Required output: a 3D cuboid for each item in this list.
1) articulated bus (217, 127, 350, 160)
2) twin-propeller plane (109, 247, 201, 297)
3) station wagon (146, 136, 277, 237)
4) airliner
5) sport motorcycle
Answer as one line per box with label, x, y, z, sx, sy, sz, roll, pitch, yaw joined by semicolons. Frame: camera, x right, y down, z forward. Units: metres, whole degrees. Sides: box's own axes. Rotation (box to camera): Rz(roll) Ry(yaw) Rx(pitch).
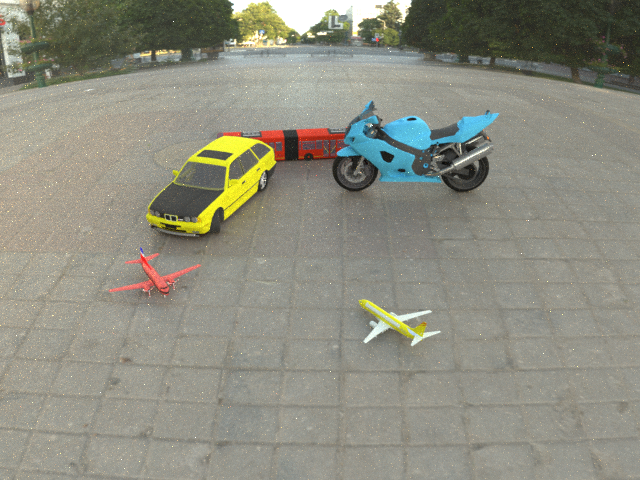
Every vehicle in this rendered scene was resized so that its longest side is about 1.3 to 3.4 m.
articulated bus;-0.421;-1.984;14.536;3.401;0.561;0.605;-4;28;-7
twin-propeller plane;-2.395;0.474;10.069;1.370;0.407;1.095;-16;32;-28
station wagon;-1.870;-1.069;12.429;1.327;0.920;3.105;10;29;18
airliner;0.929;0.973;9.105;1.161;0.429;1.307;-19;34;-32
sport motorcycle;1.702;-1.633;12.771;2.955;1.596;0.983;0;28;0
